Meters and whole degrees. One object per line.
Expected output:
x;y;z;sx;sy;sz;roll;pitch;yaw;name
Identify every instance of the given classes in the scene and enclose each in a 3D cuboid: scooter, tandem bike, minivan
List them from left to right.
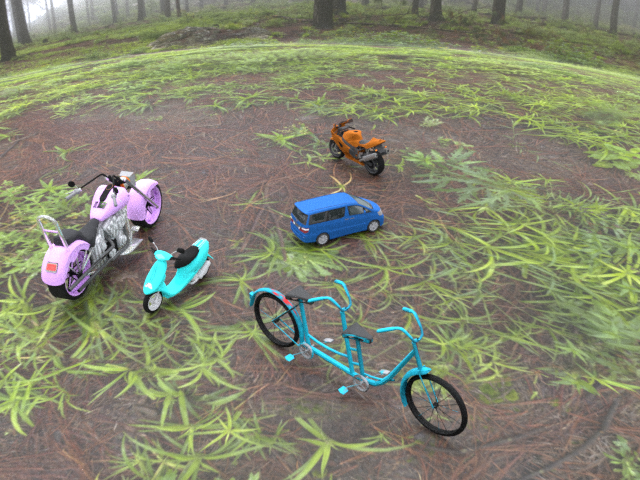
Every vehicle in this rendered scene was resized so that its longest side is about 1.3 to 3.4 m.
-1.999;0.358;9.790;0.662;0.919;1.399;18;35;28;scooter
0.303;-0.412;11.394;1.548;0.616;0.681;-15;34;-23;minivan
0.321;1.143;8.057;3.192;1.326;0.550;23;38;34;tandem bike

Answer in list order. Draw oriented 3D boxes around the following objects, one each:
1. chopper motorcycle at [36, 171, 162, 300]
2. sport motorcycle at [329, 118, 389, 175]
-3.164;-0.343;10.426;0.906;1.480;3.040;8;31;13;chopper motorcycle
0.706;-1.807;13.561;0.506;0.821;1.520;-24;38;-35;sport motorcycle
